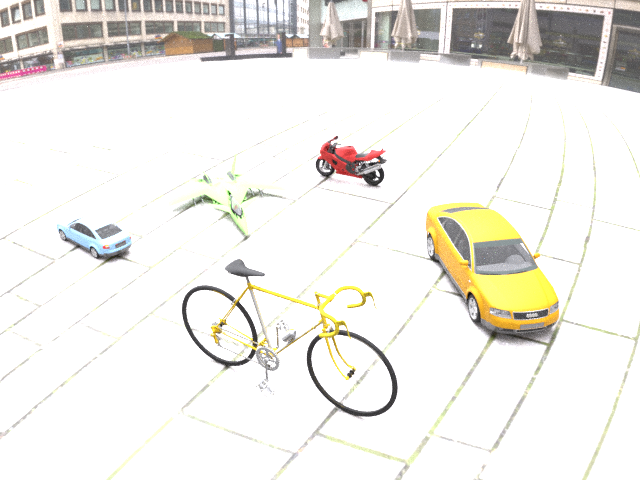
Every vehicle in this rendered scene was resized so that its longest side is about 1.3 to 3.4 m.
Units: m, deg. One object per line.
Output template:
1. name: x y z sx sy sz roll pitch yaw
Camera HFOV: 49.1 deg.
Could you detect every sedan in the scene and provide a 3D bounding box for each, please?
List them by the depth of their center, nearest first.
1. sedan: 2.506 0.233 10.474 1.235 0.940 3.137 -5 29 -9
2. sedan: -3.796 -0.164 11.671 1.613 0.483 0.635 22 36 34

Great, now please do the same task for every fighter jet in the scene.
1. fighter jet: -1.644 -0.839 12.824 2.229 0.557 2.640 -9 30 -16

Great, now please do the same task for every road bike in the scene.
1. road bike: -0.457 1.078 8.192 3.004 1.656 0.696 15 32 26

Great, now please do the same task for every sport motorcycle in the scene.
1. sport motorcycle: 0.597 -1.553 13.851 1.520 0.821 0.506 13 31 22
